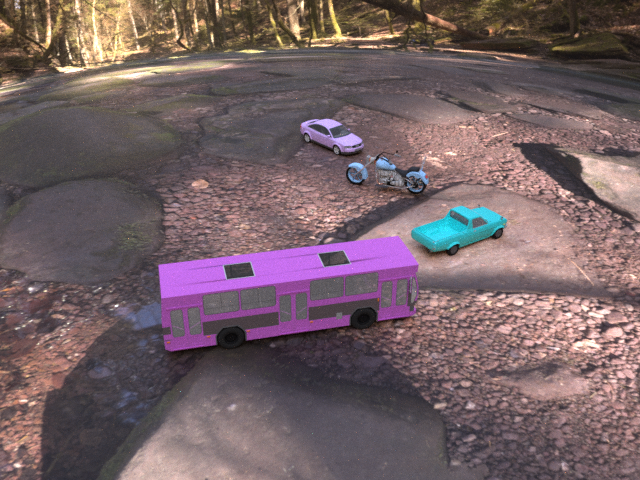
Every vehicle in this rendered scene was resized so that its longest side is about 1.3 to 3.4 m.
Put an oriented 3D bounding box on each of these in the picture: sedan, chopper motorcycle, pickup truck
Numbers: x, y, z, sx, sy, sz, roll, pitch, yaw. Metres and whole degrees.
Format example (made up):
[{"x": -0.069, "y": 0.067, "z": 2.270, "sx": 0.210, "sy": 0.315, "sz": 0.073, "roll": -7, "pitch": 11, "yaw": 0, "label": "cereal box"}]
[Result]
[{"x": 0.245, "y": -2.216, "z": 14.677, "sx": 0.635, "sy": 0.483, "sz": 1.613, "roll": -23, "pitch": 36, "yaw": -35, "label": "sedan"}, {"x": 1.215, "y": -1.270, "z": 12.695, "sx": 1.563, "sy": 0.761, "sz": 0.466, "roll": 13, "pitch": 32, "yaw": 22, "label": "chopper motorcycle"}, {"x": 2.215, "y": -0.208, "z": 11.050, "sx": 1.603, "sy": 0.511, "sz": 0.640, "roll": -18, "pitch": 34, "yaw": -28, "label": "pickup truck"}]

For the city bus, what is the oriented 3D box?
[{"x": -0.399, "y": 0.696, "z": 9.034, "sx": 3.255, "sy": 0.894, "sz": 0.926, "roll": -7, "pitch": 30, "yaw": -12, "label": "city bus"}]
